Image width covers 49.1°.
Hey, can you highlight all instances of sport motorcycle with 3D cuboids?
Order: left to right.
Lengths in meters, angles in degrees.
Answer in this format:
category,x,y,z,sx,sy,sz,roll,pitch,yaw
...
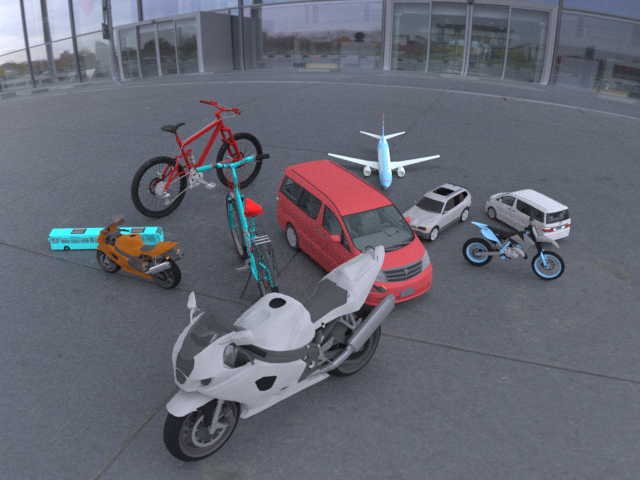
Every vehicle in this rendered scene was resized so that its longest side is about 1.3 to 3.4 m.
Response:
category,x,y,z,sx,sy,sz,roll,pitch,yaw
sport motorcycle,-2.630,0.217,10.054,1.520,0.821,0.506,12,30,23
sport motorcycle,-0.383,1.142,7.395,2.955,1.596,0.983,-22,35,-37

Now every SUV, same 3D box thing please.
category,x,y,z,sx,sy,sz,roll,pitch,yaw
SUV,1.945,-0.505,11.730,0.656,0.580,1.572,22,34,36

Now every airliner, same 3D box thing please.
category,x,y,z,sx,sy,sz,roll,pitch,yaw
airliner,1.283,-1.765,13.914,2.257,0.835,2.541,1,27,2

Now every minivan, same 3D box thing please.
category,x,y,z,sx,sy,sz,roll,pitch,yaw
minivan,0.447,-0.178,10.415,1.324,1.197,3.011,-14,30,-25
minivan,3.436,-0.494,11.671,0.681,0.616,1.548,-13,30,-24

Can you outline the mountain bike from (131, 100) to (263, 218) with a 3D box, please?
category,x,y,z,sx,sy,sz,roll,pitch,yaw
mountain bike,-2.109,-1.448,12.358,1.114,1.688,2.857,24,36,39

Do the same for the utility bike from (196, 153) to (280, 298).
category,x,y,z,sx,sy,sz,roll,pitch,yaw
utility bike,-1.073,-0.159,9.671,1.039,1.839,2.791,-9,28,-17

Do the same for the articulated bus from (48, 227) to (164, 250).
category,x,y,z,sx,sy,sz,roll,pitch,yaw
articulated bus,-3.391,-0.028,11.117,1.749,0.289,0.311,-1,27,-2

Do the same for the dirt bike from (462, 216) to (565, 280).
category,x,y,z,sx,sy,sz,roll,pitch,yaw
dirt bike,2.837,0.102,10.240,1.493,0.857,0.527,12,29,22
